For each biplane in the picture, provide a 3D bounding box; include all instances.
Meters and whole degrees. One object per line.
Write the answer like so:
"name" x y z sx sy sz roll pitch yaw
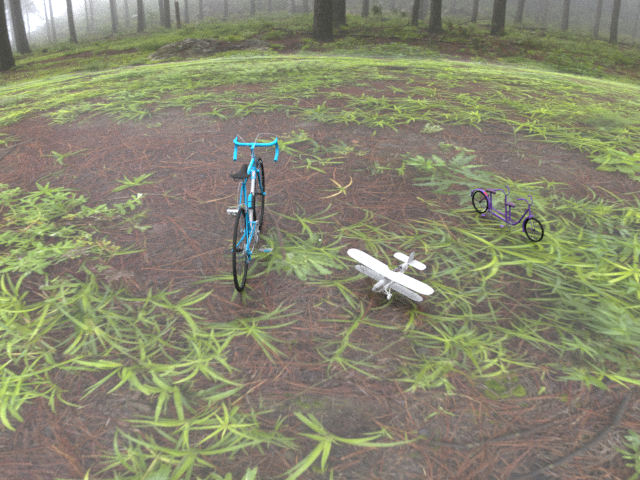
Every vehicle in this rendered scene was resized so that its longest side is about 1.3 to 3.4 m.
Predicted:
"biplane" 1.037 0.485 9.666 1.336 0.504 1.090 20 34 32

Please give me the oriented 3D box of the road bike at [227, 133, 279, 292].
"road bike" -1.033 -0.518 10.308 0.696 1.656 3.004 1 28 3

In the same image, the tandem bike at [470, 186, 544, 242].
"tandem bike" 3.023 -0.531 11.355 0.283 0.682 1.642 -16 32 -27
